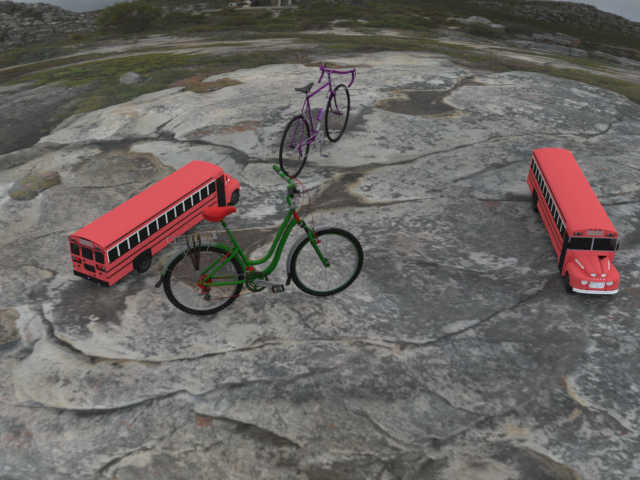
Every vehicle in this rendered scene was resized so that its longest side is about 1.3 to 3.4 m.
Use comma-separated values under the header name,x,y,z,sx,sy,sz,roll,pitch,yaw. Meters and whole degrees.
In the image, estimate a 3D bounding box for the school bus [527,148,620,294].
name,x,y,z,sx,sy,sz,roll,pitch,yaw
school bus,3.834,-0.363,10.699,0.709,0.844,3.322,2,31,3

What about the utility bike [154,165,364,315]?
name,x,y,z,sx,sy,sz,roll,pitch,yaw
utility bike,-0.785,0.026,9.105,2.791,1.839,1.039,-8,32,-12

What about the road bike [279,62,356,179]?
name,x,y,z,sx,sy,sz,roll,pitch,yaw
road bike,-0.044,-2.295,13.088,0.697,1.656,3.004,14,34,22

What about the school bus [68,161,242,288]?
name,x,y,z,sx,sy,sz,roll,pitch,yaw
school bus,-2.365,-0.407,10.770,0.709,0.844,3.322,16,35,24
